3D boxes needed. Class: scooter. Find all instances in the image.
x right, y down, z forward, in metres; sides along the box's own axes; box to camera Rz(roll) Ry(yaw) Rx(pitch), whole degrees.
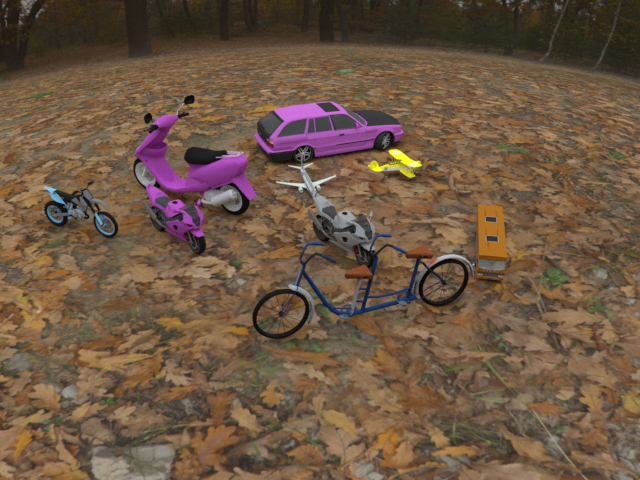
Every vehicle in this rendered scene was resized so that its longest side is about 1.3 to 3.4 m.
[{"bbox_3d":[-2.307,-1.468,12.281,2.721,1.786,1.288,16,34,26],"label":"scooter"}]

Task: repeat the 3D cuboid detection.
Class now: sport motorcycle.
[{"bbox_3d":[0.362,-0.163,10.993,0.506,0.821,1.520,-21,36,-32],"label":"sport motorcycle"},{"bbox_3d":[-2.332,-0.348,11.311,0.506,0.821,1.520,-26,39,-37],"label":"sport motorcycle"}]

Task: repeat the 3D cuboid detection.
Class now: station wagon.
[{"bbox_3d":[0.228,-2.372,14.699,3.105,0.920,1.327,-11,32,-18],"label":"station wagon"}]

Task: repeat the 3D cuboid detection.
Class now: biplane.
[{"bbox_3d":[1.469,-1.431,13.493,1.090,0.504,1.336,-8,31,-13],"label":"biplane"}]

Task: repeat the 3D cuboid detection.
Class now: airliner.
[{"bbox_3d":[-0.224,-1.170,13.119,1.161,0.429,1.307,-7,31,-12],"label":"airliner"}]

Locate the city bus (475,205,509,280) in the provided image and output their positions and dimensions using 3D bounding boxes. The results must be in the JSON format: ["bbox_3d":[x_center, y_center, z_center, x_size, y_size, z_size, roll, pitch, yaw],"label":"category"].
[{"bbox_3d":[2.673,0.028,11.024,0.476,0.460,1.674,5,31,9],"label":"city bus"}]

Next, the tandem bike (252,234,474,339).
[{"bbox_3d":[0.645,0.539,9.282,3.192,1.326,0.550,-10,31,-16],"label":"tandem bike"}]

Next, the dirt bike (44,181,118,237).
[{"bbox_3d":[-3.987,-0.522,11.576,1.493,0.857,0.527,12,32,20],"label":"dirt bike"}]
